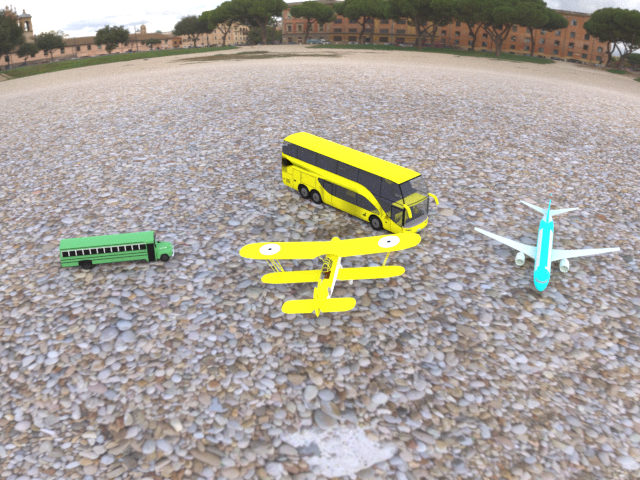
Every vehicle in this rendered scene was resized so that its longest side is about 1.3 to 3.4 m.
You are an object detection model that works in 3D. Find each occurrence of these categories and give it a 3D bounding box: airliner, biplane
[{"bbox_3d":[3.546,-0.060,10.971,2.257,0.835,2.541,9,30,16],"label":"airliner"},{"bbox_3d":[0.067,0.471,9.834,2.598,0.981,2.120,4,29,8],"label":"biplane"}]

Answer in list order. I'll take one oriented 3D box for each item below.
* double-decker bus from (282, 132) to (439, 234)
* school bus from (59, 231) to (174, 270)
[{"bbox_3d":[0.590,-1.022,12.526,0.756,1.052,3.251,-25,37,-38],"label":"double-decker bus"},{"bbox_3d":[-3.176,0.148,11.008,1.708,0.434,0.365,-6,29,-10],"label":"school bus"}]
